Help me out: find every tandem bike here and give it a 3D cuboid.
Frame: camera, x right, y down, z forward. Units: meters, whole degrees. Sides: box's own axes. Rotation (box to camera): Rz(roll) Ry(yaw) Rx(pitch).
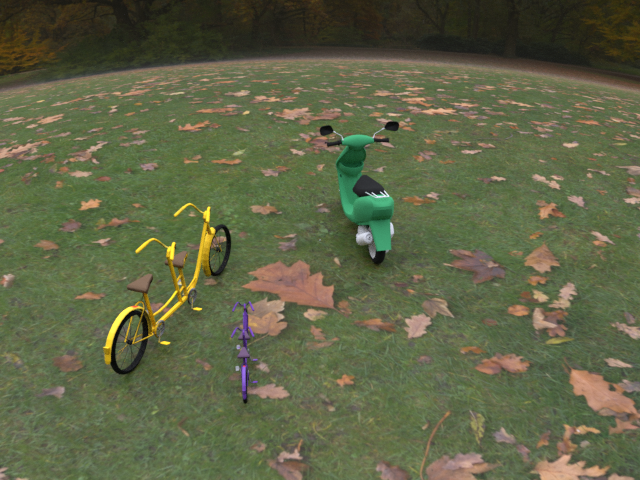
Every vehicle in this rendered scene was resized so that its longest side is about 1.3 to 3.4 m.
[{"bbox_3d":[-0.896,1.241,8.331,0.283,0.682,1.642,-2,28,-4],"label":"tandem bike"},{"bbox_3d":[-1.888,0.457,9.106,0.550,1.326,3.192,9,30,17],"label":"tandem bike"}]

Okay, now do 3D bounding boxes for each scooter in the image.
[{"bbox_3d":[0.681,-0.894,11.129,1.288,1.786,2.721,-5,29,-10],"label":"scooter"}]
